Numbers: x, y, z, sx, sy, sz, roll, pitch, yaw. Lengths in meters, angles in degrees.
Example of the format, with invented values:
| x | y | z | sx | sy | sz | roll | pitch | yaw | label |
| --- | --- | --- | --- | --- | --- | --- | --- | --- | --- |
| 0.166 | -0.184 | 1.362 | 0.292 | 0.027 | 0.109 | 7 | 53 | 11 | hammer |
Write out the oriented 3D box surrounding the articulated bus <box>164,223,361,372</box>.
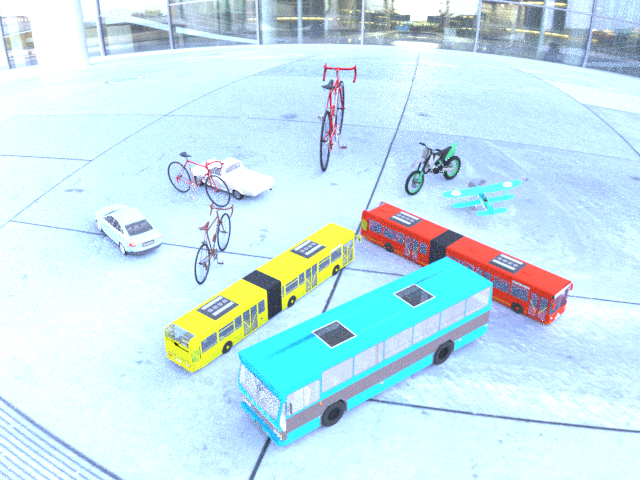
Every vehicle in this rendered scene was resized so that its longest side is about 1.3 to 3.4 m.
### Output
| x | y | z | sx | sy | sz | roll | pitch | yaw | label |
| --- | --- | --- | --- | --- | --- | --- | --- | --- | --- |
| -0.667 | 0.671 | 9.573 | 0.605 | 0.561 | 3.401 | 22 | 37 | 32 | articulated bus |

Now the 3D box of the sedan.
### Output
| x | y | z | sx | sy | sz | roll | pitch | yaw | label |
| --- | --- | --- | --- | --- | --- | --- | --- | --- | --- |
| -3.106 | -0.253 | 11.229 | 0.635 | 0.483 | 1.613 | -22 | 37 | -32 | sedan |

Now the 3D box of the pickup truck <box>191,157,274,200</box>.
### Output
| x | y | z | sx | sy | sz | roll | pitch | yaw | label |
| --- | --- | --- | --- | --- | --- | --- | --- | --- | --- |
| -1.620 | -1.174 | 12.775 | 1.603 | 0.511 | 0.640 | 20 | 36 | 30 | pickup truck |

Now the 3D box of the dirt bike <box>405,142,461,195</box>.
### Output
| x | y | z | sx | sy | sz | roll | pitch | yaw | label |
| --- | --- | --- | --- | --- | --- | --- | --- | --- | --- |
| 2.089 | -1.354 | 12.739 | 1.493 | 0.857 | 0.527 | -23 | 38 | -34 | dirt bike |

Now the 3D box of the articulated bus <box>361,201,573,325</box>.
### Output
| x | y | z | sx | sy | sz | roll | pitch | yaw | label |
| --- | --- | --- | --- | --- | --- | --- | --- | --- | --- |
| 2.012 | 0.257 | 10.280 | 3.401 | 0.561 | 0.605 | 27 | 40 | 38 | articulated bus |

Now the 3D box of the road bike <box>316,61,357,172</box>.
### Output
| x | y | z | sx | sy | sz | roll | pitch | yaw | label |
| --- | --- | --- | --- | --- | --- | --- | --- | --- | --- |
| 0.266 | -2.555 | 14.000 | 0.696 | 1.656 | 3.004 | 5 | 31 | 8 | road bike |

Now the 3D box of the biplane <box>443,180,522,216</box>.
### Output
| x | y | z | sx | sy | sz | roll | pitch | yaw | label |
| --- | --- | --- | --- | --- | --- | --- | --- | --- | --- |
| 2.785 | -0.672 | 11.924 | 1.336 | 0.504 | 1.090 | -2 | 30 | -3 | biplane |

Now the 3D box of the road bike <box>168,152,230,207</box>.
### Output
| x | y | z | sx | sy | sz | roll | pitch | yaw | label |
| --- | --- | --- | --- | --- | --- | --- | --- | --- | --- |
| -2.156 | -1.099 | 12.308 | 1.545 | 0.852 | 0.358 | 21 | 36 | 31 | road bike |

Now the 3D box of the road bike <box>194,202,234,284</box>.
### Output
| x | y | z | sx | sy | sz | roll | pitch | yaw | label |
| --- | --- | --- | --- | --- | --- | --- | --- | --- | --- |
| -1.593 | 0.001 | 10.430 | 0.358 | 0.852 | 1.545 | 6 | 31 | 11 | road bike |

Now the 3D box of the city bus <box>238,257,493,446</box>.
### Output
| x | y | z | sx | sy | sz | roll | pitch | yaw | label |
| --- | --- | --- | --- | --- | --- | --- | --- | --- | --- |
| 0.628 | 1.239 | 8.274 | 3.255 | 0.894 | 0.926 | -21 | 36 | -32 | city bus |
